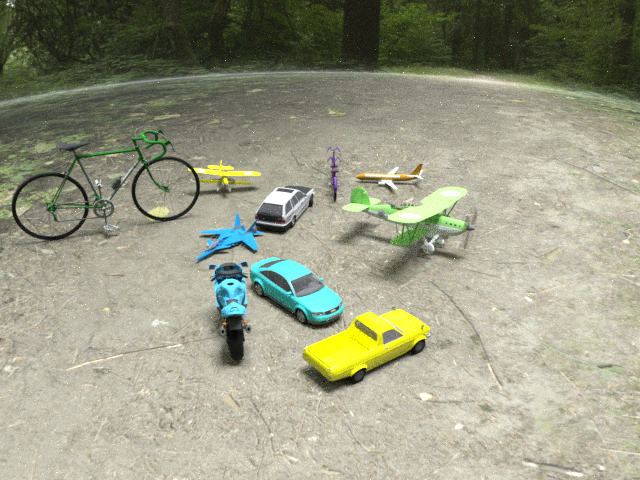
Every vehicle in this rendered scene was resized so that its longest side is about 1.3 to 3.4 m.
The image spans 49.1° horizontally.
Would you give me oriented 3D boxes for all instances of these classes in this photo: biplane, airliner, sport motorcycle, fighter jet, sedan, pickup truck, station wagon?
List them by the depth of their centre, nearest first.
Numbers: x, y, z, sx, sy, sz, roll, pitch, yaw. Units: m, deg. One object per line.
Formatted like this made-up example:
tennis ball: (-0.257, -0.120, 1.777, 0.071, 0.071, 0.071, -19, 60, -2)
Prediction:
pickup truck: (0.580, 1.207, 8.378, 1.603, 0.511, 0.640, -18, 32, -32)
sport motorcycle: (-1.104, 0.830, 8.791, 0.506, 0.821, 1.520, -5, 27, -9)
sedan: (-0.337, 0.632, 9.573, 0.635, 0.483, 1.613, -21, 33, -36)
biplane: (1.437, -0.387, 11.073, 2.120, 0.981, 2.598, 14, 30, 26)
fighter jet: (-1.531, -0.018, 11.111, 1.147, 0.286, 1.358, 16, 30, 28)
station wagon: (-0.590, -0.662, 12.202, 0.682, 0.473, 1.597, 8, 28, 17)
biplane: (-1.815, -1.216, 13.288, 1.336, 0.504, 1.090, -6, 27, -12)
airliner: (1.342, -1.300, 13.544, 1.307, 0.429, 1.161, 3, 26, 6)

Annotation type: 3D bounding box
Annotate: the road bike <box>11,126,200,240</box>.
road bike: (-3.440, -0.915, 11.380, 3.004, 1.656, 0.696, -11, 28, -21)

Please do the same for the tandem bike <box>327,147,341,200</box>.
tandem bike: (0.270, -1.318, 13.295, 0.283, 0.682, 1.642, 0, 26, -1)
